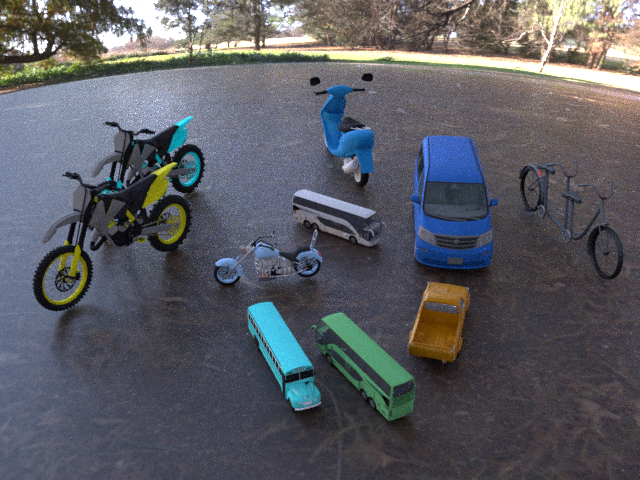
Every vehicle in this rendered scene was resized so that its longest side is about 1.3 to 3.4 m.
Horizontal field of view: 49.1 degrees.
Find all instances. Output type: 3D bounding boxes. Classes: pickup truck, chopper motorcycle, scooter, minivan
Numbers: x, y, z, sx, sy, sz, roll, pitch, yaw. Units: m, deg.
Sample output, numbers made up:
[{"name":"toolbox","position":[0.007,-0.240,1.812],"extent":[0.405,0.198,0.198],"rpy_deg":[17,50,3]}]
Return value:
[{"name":"pickup truck","position":[1.533,0.980,8.891],"extent":[0.640,0.511,1.603],"rpy_deg":[8,29,15]},{"name":"chopper motorcycle","position":[-0.742,0.252,10.003],"extent":[1.563,0.761,0.466],"rpy_deg":[-4,28,-8]},{"name":"scooter","position":[0.504,-2.242,13.635],"extent":[1.288,1.786,2.721],"rpy_deg":[-8,29,-14]},{"name":"minivan","position":[2.103,-0.669,11.282],"extent":[1.324,1.197,3.011],"rpy_deg":[3,28,5]}]

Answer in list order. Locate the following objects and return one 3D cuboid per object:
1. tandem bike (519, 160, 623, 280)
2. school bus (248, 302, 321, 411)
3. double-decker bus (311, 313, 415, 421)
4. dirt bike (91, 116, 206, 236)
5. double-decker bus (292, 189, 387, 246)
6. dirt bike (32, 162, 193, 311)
[{"name":"tandem bike","position":[3.893,-0.601,11.015],"extent":[0.550,1.326,3.192],"rpy_deg":[-5,28,-10]},{"name":"school bus","position":[-0.443,1.347,8.276],"extent":[0.365,0.434,1.708],"rpy_deg":[-11,30,-20]},{"name":"double-decker bus","position":[0.472,1.395,8.070],"extent":[0.389,0.541,1.672],"rpy_deg":[-15,31,-26]},{"name":"dirt bike","position":[-2.905,-1.231,11.845],"extent":[1.024,1.666,2.903],"rpy_deg":[15,31,26]},{"name":"double-decker bus","position":[0.280,-0.357,11.394],"extent":[1.672,0.541,0.389],"rpy_deg":[19,33,32]},{"name":"dirt bike","position":[-2.858,-0.200,9.889],"extent":[1.024,1.666,2.903],"rpy_deg":[17,32,29]}]
